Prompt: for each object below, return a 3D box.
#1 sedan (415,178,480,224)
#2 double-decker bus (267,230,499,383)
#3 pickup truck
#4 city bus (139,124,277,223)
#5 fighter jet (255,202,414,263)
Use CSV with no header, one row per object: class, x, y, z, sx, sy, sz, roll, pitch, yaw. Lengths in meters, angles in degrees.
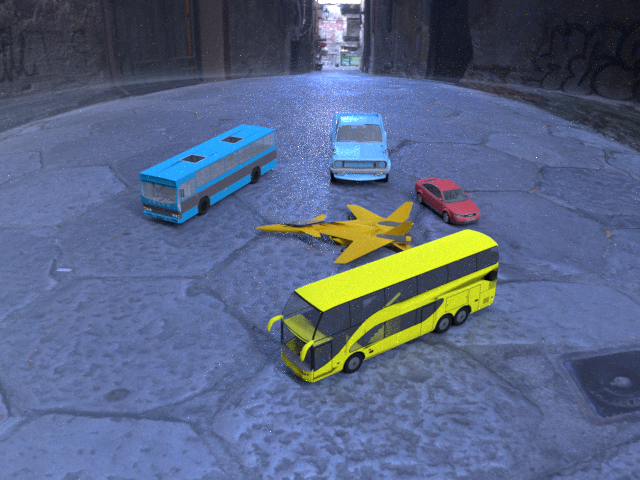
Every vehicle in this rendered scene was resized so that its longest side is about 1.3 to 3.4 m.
sedan,2.280,-0.761,12.576,0.635,0.483,1.613,-10,28,-19
double-decker bus,0.912,0.784,8.803,3.251,1.052,0.756,-17,31,-31
pickup truck,0.815,-2.116,14.744,1.244,0.993,3.117,1,26,2
city bus,-1.987,-1.286,13.174,0.926,0.894,3.255,13,29,25
fighter jet,0.228,-0.275,11.506,2.640,0.557,2.229,3,26,6
